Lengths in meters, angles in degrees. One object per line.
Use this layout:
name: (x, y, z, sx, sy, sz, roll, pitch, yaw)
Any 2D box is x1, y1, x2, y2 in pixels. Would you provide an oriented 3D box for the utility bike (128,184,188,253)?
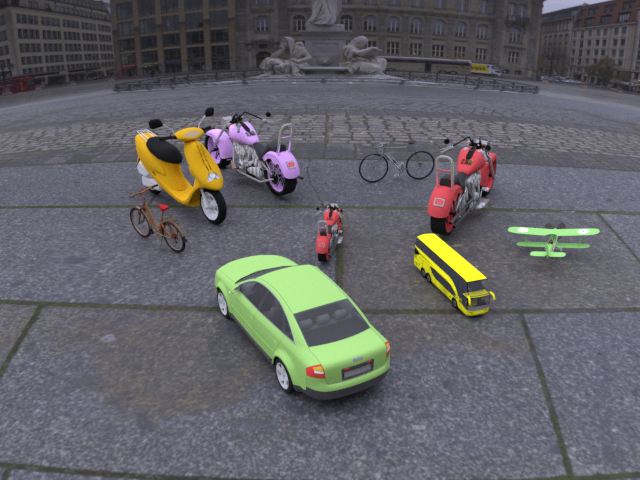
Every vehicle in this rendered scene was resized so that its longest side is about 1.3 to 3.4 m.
utility bike: (-2.614, -0.327, 11.005, 1.435, 0.946, 0.535, 20, 32, 36)

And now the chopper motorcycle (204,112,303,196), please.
chopper motorcycle: (-1.401, -1.833, 13.563, 0.906, 1.480, 3.040, -18, 31, -34)

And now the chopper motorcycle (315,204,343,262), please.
chopper motorcycle: (0.167, -0.234, 11.025, 0.466, 0.761, 1.563, 5, 26, 9)

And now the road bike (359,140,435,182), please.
road bike: (1.516, -1.555, 13.710, 1.545, 0.852, 0.358, -5, 26, -10)

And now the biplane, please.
biplane: (3.526, 0.046, 10.733, 1.336, 0.504, 1.090, 11, 27, 21)

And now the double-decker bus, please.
double-decker bus: (1.828, 0.477, 9.780, 0.389, 0.541, 1.672, -9, 27, -17)

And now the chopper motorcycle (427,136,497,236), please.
chopper motorcycle: (2.552, -1.131, 12.079, 0.906, 1.480, 3.040, 13, 28, 25)

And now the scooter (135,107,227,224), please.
scooter: (-2.518, -1.416, 12.323, 1.288, 1.786, 2.721, -22, 33, -38)

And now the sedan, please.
sedan: (-0.343, 0.819, 8.592, 1.235, 0.940, 3.137, -13, 28, -26)
